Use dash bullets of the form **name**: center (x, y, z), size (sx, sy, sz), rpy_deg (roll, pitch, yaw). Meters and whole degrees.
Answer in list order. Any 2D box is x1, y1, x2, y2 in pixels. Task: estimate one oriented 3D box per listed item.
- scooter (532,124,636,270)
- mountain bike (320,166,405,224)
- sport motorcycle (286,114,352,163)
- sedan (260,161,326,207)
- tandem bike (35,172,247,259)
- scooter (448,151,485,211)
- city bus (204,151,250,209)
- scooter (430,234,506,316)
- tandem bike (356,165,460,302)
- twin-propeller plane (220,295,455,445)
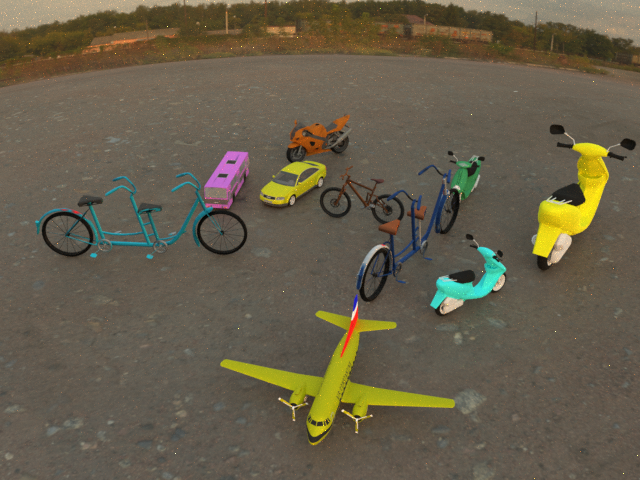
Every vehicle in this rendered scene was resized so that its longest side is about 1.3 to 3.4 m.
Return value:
- **scooter**: center (3.932, -0.727, 10.766), size (1.288, 1.786, 2.721), rpy_deg (19, 34, 30)
- **mountain bike**: center (0.695, -0.705, 11.676), size (1.469, 0.868, 0.573), rpy_deg (9, 30, 16)
- **sport motorcycle**: center (-0.027, -2.050, 14.159), size (1.520, 0.821, 0.506), rpy_deg (-18, 34, -29)
- **sedan**: center (-0.480, -1.084, 12.759), size (0.635, 0.483, 1.613), rpy_deg (17, 33, 28)
- **tandem bike**: center (-2.703, -0.338, 10.539), size (3.192, 1.326, 0.550), rpy_deg (0, 29, -1)
- **scooter**: center (2.599, -1.157, 12.442), size (0.662, 0.919, 1.399), rpy_deg (14, 32, 23)
- **city bus**: center (-1.681, -1.095, 12.804), size (0.476, 0.460, 1.674), rpy_deg (4, 29, 7)
- **scooter**: center (2.065, 0.480, 9.480), size (1.399, 0.919, 0.662), rpy_deg (-19, 34, -30)
- **tandem bike**: center (1.391, -0.214, 10.316), size (0.550, 1.326, 3.192), rpy_deg (18, 34, 30)
- **twin-propeller plane**: center (0.199, 1.437, 7.880), size (2.663, 0.792, 2.129), rpy_deg (7, 30, 13)
